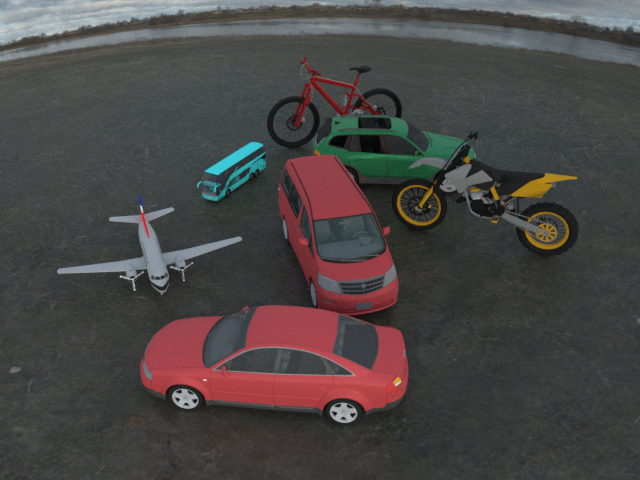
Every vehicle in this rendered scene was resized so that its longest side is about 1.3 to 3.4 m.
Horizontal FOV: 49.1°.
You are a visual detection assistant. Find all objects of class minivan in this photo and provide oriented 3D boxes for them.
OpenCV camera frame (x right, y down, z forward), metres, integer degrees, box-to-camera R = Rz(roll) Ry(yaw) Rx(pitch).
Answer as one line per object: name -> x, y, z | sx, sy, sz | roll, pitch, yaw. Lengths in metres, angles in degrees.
minivan -> 0.201, -0.150, 10.305 | 1.324, 1.197, 3.011 | -8, 32, -13

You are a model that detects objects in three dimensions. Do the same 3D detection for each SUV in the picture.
SUV -> 1.337, -1.630, 12.807 | 3.058, 1.128, 1.276 | 2, 31, 3

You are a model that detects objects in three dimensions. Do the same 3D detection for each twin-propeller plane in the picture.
twin-propeller plane -> -2.502, 0.067, 10.340 | 2.663, 0.792, 2.129 | -11, 33, -17

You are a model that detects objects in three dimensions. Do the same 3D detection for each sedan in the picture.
sedan -> -0.544, 1.322, 8.131 | 3.137, 0.940, 1.235 | 3, 31, 5

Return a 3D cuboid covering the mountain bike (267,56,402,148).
mountain bike -> 0.322, -2.742, 14.097 | 2.857, 1.688, 1.114 | -8, 32, -13

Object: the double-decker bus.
double-decker bus -> -1.567, -1.245, 12.738 | 0.389, 0.541, 1.672 | 16, 35, 25

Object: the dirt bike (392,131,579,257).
dirt bike -> 2.509, -0.674, 10.717 | 2.903, 1.666, 1.024 | 12, 33, 19
